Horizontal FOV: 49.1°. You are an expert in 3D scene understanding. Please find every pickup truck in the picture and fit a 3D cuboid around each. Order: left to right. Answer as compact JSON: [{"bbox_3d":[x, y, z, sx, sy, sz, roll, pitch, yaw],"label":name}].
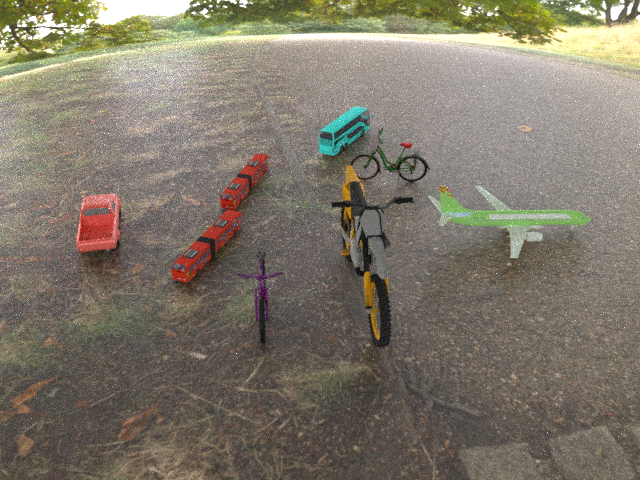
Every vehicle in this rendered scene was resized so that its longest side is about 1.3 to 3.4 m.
[{"bbox_3d":[-3.468,-0.319,10.971,0.640,0.511,1.603,-7,32,-10],"label":"pickup truck"}]

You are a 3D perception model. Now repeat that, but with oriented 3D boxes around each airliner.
[{"bbox_3d":[3.031,-0.499,10.952,2.541,0.835,2.257,-1,32,-2],"label":"airliner"}]

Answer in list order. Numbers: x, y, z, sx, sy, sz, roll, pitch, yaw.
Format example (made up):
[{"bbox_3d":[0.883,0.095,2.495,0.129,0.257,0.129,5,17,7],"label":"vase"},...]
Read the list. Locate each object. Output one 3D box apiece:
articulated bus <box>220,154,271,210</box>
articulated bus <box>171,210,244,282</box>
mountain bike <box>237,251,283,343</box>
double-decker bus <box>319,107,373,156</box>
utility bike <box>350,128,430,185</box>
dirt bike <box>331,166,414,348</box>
[{"bbox_3d":[-1.308,-1.054,12.367,0.311,0.289,1.749,9,33,14],"label":"articulated bus"},{"bbox_3d":[-1.674,0.062,10.567,0.311,0.289,1.749,11,34,18],"label":"articulated bus"},{"bbox_3d":[-0.755,0.639,9.086,0.573,0.868,1.469,-2,32,-3],"label":"mountain bike"},{"bbox_3d":[0.520,-2.197,13.972,0.389,0.541,1.672,17,35,25],"label":"double-decker bus"},{"bbox_3d":[1.248,-1.432,12.354,1.435,0.946,0.535,2,32,4],"label":"utility bike"},{"bbox_3d":[0.602,0.039,9.296,1.024,1.666,2.903,-4,32,-7],"label":"dirt bike"}]
